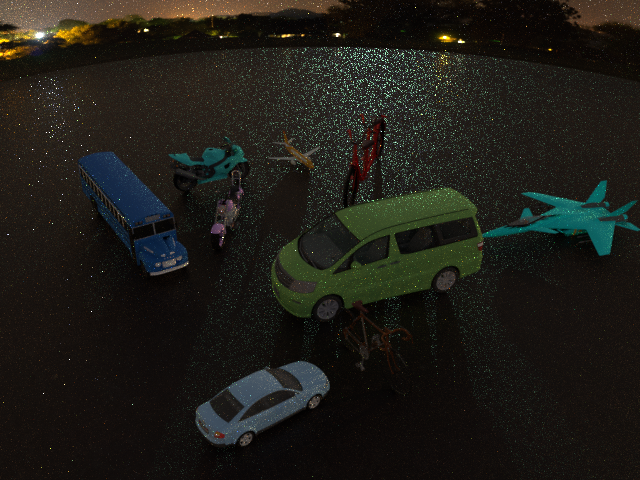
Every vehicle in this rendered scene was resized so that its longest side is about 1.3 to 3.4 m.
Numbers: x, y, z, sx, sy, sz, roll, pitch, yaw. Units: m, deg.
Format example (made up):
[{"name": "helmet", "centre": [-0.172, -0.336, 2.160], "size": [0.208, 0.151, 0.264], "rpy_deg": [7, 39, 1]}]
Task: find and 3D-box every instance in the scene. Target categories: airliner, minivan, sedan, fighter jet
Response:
[{"name": "airliner", "centre": [-0.444, -1.784, 13.977], "size": [1.161, 0.429, 1.307], "rpy_deg": [-16, 34, -25]}, {"name": "minivan", "centre": [0.797, 0.144, 9.895], "size": [3.011, 1.197, 1.324], "rpy_deg": [-12, 32, -19]}, {"name": "sedan", "centre": [-0.612, 1.753, 7.837], "size": [1.613, 0.483, 0.635], "rpy_deg": [-21, 36, -32]}, {"name": "fighter jet", "centre": [3.811, -0.398, 11.465], "size": [2.640, 0.557, 2.229], "rpy_deg": [-9, 31, -15]}]

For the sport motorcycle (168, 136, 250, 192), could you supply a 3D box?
[{"name": "sport motorcycle", "centre": [-2.014, -1.376, 12.886], "size": [1.520, 0.821, 0.506], "rpy_deg": [-15, 33, -24]}]

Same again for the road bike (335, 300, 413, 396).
[{"name": "road bike", "centre": [0.619, 1.217, 8.393], "size": [0.358, 0.852, 1.545], "rpy_deg": [-18, 35, -28]}]

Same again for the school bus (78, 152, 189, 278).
[{"name": "school bus", "centre": [-3.067, -0.476, 11.315], "size": [0.709, 0.844, 3.322], "rpy_deg": [-18, 35, -28]}]

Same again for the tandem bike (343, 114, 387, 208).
[{"name": "tandem bike", "centre": [0.865, -1.679, 12.905], "size": [0.550, 1.326, 3.192], "rpy_deg": [8, 31, 14]}]

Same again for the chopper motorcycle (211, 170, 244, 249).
[{"name": "chopper motorcycle", "centre": [-1.522, -0.505, 11.447], "size": [0.466, 0.761, 1.563], "rpy_deg": [4, 30, 7]}]
